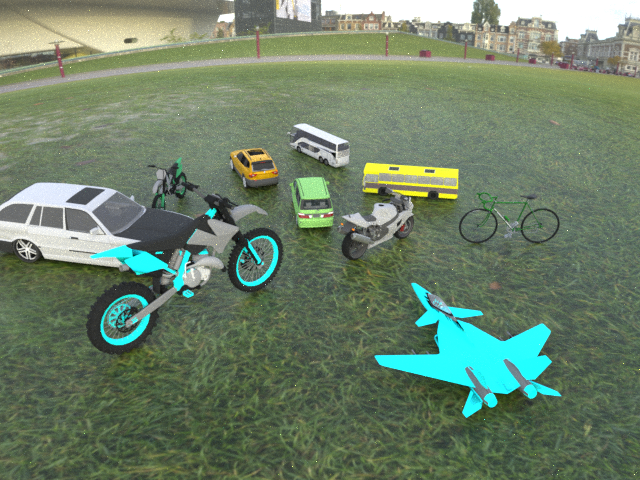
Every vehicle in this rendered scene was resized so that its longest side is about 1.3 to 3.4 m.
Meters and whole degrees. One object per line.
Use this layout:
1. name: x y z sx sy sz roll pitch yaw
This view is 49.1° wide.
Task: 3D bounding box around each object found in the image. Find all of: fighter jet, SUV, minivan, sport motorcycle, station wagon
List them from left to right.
1. station wagon: -3.363 -0.244 10.442 3.105 0.920 1.327 6 28 12
2. SUV: -1.248 -1.448 13.165 0.656 0.580 1.572 -10 29 -18
3. minivan: -0.145 -0.718 11.702 0.681 0.616 1.548 -3 27 -6
4. sport motorcycle: 0.890 -0.236 10.537 1.520 0.821 0.506 -22 34 -36
5. fighter jet: 1.655 1.012 8.391 2.229 0.557 2.640 -8 28 -15

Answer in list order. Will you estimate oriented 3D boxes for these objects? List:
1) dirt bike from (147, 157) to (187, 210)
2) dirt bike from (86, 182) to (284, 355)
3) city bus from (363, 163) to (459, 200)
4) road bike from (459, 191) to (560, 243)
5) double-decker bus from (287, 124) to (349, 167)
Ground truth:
1. dirt bike: -2.542 -0.909 11.810 0.527 0.857 1.493 5 27 9
2. dirt bike: -1.587 0.257 8.646 2.903 1.666 1.024 -24 35 -38
3. city bus: 1.618 -1.038 12.498 1.674 0.460 0.476 5 28 10
4. road bike: 2.904 -0.328 10.683 1.545 0.852 0.358 0 27 0
5. double-decker bus: -0.042 -1.931 14.151 0.389 0.541 1.672 -19 33 -32
